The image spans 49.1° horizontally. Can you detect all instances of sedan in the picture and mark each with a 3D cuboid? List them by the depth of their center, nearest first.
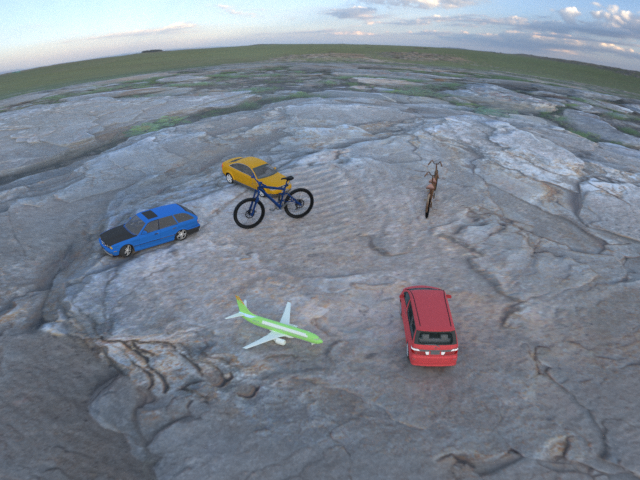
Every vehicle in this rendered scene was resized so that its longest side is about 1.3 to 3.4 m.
[{"bbox_3d":[-1.214,-1.258,13.305,1.613,0.483,0.635,25,37,38],"label":"sedan"}]

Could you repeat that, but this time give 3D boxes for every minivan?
[{"bbox_3d":[1.376,0.983,8.965,0.681,0.616,1.548,0,28,1],"label":"minivan"}]

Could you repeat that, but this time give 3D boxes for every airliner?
[{"bbox_3d":[-0.548,1.047,9.043,1.307,0.429,1.161,13,31,23],"label":"airliner"}]

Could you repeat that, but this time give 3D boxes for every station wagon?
[{"bbox_3d":[-2.767,-0.195,11.325,1.597,0.473,0.682,-19,33,-31],"label":"station wagon"}]

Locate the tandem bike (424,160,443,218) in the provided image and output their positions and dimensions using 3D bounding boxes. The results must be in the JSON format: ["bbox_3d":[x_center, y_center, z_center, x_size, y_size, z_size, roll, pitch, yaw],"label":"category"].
[{"bbox_3d":[2.013,-0.963,12.542,0.283,0.682,1.642,7,29,13],"label":"tandem bike"}]

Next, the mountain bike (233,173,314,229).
[{"bbox_3d":[-0.774,-0.676,11.806,1.469,0.868,0.573,-13,31,-23],"label":"mountain bike"}]
